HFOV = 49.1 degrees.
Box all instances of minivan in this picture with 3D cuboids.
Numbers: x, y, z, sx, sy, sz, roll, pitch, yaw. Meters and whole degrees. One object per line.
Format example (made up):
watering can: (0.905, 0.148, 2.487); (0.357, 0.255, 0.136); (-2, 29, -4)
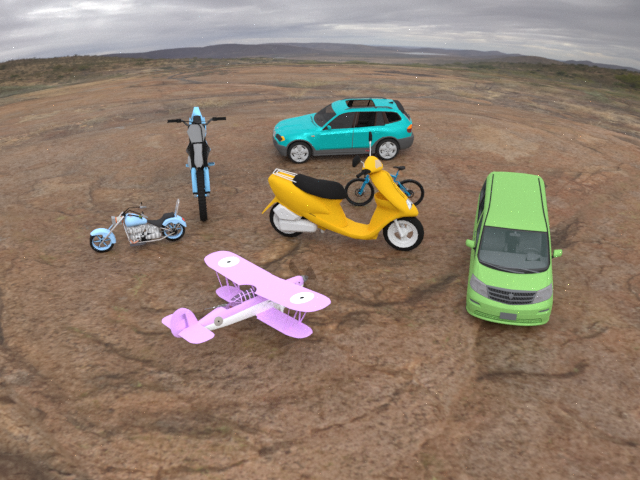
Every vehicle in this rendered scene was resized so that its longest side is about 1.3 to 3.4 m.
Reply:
minivan: (2.859, 0.050, 10.468); (1.324, 1.197, 3.011); (7, 29, 12)

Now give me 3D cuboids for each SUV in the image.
SUV: (0.499, -2.424, 15.129); (3.058, 1.128, 1.276); (-3, 28, -5)

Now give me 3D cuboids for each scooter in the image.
scooter: (0.361, -0.740, 11.313); (2.721, 1.786, 1.288); (7, 29, 13)

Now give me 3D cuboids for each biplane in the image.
biplane: (-1.017, 0.846, 9.220); (2.120, 0.981, 2.598); (-21, 35, -33)

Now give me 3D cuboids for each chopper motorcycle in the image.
chopper motorcycle: (-2.986, -0.237, 11.459); (1.563, 0.761, 0.466); (-8, 29, -15)

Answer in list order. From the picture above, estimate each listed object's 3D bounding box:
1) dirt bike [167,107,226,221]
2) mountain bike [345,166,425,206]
dirt bike: (-2.220, -1.568, 12.974); (1.024, 1.666, 2.903); (-5, 29, -8)
mountain bike: (1.177, -1.004, 12.769); (1.469, 0.868, 0.573); (2, 28, 3)
